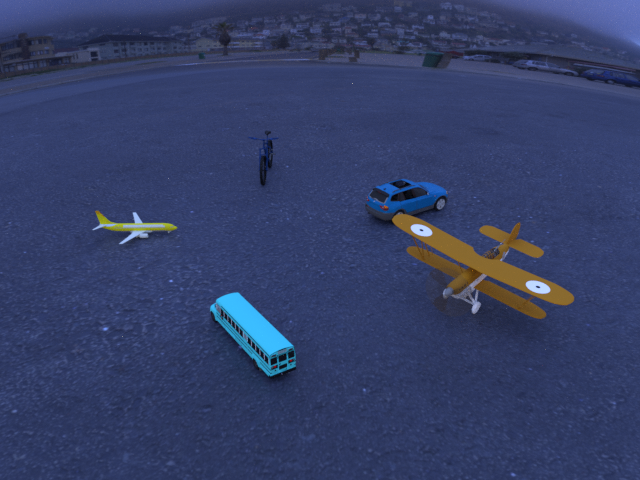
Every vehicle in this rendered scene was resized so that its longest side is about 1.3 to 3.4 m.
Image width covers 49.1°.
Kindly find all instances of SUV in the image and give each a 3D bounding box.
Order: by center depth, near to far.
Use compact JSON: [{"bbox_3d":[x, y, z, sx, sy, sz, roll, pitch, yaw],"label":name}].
[{"bbox_3d":[1.519,-0.753,12.120,1.572,0.580,0.656,-18,32,-31],"label":"SUV"}]

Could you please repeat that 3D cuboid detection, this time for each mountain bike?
[{"bbox_3d":[-1.045,-1.663,13.582,0.573,0.868,1.469,2,27,4],"label":"mountain bike"}]

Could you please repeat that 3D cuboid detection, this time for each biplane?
[{"bbox_3d":[2.268,0.350,9.525,2.598,0.981,2.120,20,33,34],"label":"biplane"}]

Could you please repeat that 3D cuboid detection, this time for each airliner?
[{"bbox_3d":[-2.989,-0.292,11.385,1.307,0.429,1.161,-1,27,-3],"label":"airliner"}]

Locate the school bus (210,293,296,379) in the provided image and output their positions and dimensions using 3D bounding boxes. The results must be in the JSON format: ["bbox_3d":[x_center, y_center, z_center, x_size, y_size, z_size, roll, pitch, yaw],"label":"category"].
[{"bbox_3d":[-0.879,1.106,8.648,0.365,0.434,1.708,-16,31,-29],"label":"school bus"}]
